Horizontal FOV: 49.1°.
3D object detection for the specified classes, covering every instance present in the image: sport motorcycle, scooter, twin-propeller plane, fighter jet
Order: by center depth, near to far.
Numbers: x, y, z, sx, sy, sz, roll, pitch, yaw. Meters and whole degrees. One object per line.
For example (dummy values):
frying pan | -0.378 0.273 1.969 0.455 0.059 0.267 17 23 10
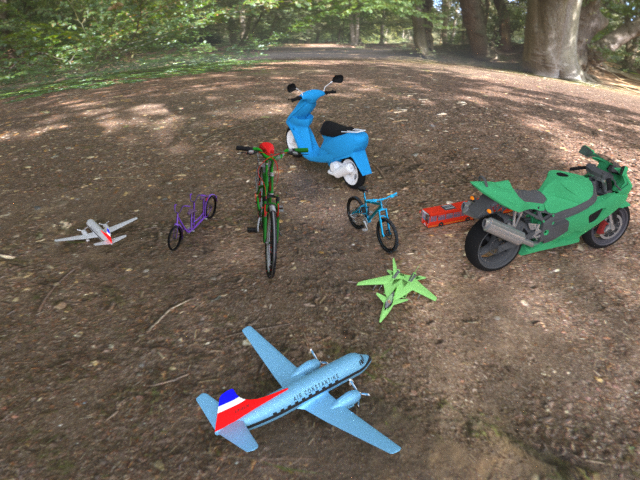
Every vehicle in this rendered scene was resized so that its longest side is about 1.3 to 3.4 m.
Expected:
twin-propeller plane | -0.227 1.574 7.585 2.129 0.792 2.663 -21 35 -34
fighter jet | 1.034 0.708 9.729 1.147 0.286 1.358 10 30 19
sport motorcycle | 3.468 -0.421 10.445 2.955 1.596 0.983 -10 30 -17
twin-propeller plane | -3.542 -0.169 11.232 1.370 0.407 1.095 -19 34 -31
scooter | 0.092 -2.127 13.416 1.288 1.786 2.721 -18 33 -30

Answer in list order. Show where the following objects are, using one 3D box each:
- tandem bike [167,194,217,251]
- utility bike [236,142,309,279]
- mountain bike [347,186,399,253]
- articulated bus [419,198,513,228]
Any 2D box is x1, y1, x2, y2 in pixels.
tandem bike | -2.066 -0.424 11.416 0.283 0.682 1.642 10 30 17
utility bike | -0.731 -0.720 10.745 1.039 1.839 2.791 -4 29 -7
mountain bike | 0.822 -0.399 11.172 0.573 0.868 1.469 -15 32 -25
articulated bus | 2.546 -0.510 11.991 1.749 0.289 0.311 -11 30 -19
